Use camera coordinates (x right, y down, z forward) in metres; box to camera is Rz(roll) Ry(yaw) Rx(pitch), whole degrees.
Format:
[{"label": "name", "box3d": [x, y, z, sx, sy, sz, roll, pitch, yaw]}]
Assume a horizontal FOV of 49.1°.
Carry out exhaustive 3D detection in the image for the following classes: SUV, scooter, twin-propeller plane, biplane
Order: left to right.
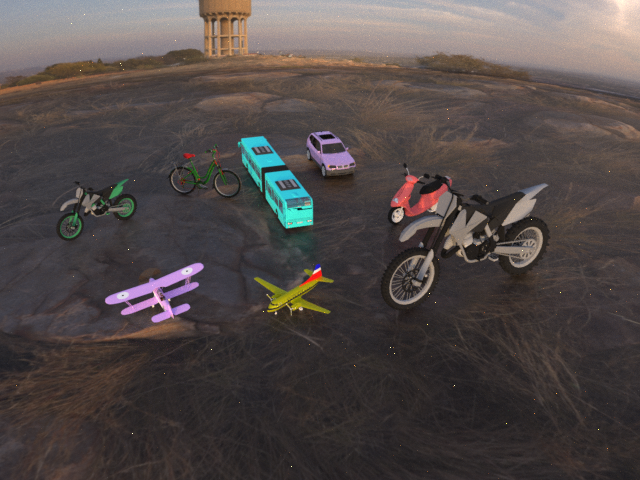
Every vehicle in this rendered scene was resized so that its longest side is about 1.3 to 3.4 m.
[{"label": "biplane", "box3d": [-2.110, 0.766, 9.230, 1.336, 0.504, 1.090, -13, 30, -24]}, {"label": "twin-propeller plane", "box3d": [-0.330, 0.677, 9.511, 1.370, 0.407, 1.095, 22, 34, 36]}, {"label": "SUV", "box3d": [0.197, -1.754, 14.061, 0.656, 0.580, 1.572, -9, 28, -17]}, {"label": "scooter", "box3d": [1.723, -0.812, 11.853, 1.399, 0.919, 0.662, -16, 31, -29]}]

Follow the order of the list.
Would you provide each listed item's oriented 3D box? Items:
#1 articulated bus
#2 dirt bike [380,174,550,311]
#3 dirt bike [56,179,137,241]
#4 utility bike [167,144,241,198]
[{"label": "articulated bus", "box3d": [-0.856, -1.140, 12.886, 0.605, 0.561, 3.401, -8, 28, -16]}, {"label": "dirt bike", "box3d": [2.077, -0.022, 9.494, 2.903, 1.666, 1.024, -14, 30, -26]}, {"label": "dirt bike", "box3d": [-3.638, -0.552, 11.413, 0.527, 0.857, 1.493, 22, 34, 36]}, {"label": "utility bike", "box3d": [-2.110, -1.263, 12.703, 1.435, 0.946, 0.535, 5, 28, 10]}]
